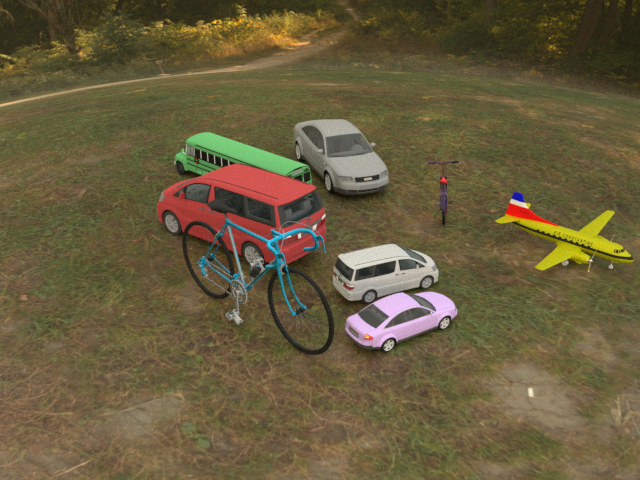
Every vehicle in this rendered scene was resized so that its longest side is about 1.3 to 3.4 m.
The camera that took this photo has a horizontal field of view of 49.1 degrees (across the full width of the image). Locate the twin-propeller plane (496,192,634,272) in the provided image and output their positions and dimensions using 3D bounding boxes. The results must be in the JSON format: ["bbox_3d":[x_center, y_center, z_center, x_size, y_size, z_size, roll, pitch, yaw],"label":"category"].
[{"bbox_3d":[3.869,-0.142,10.965,2.129,0.792,2.663,22,35,36],"label":"twin-propeller plane"}]

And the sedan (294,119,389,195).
[{"bbox_3d":[0.374,-1.810,14.055,1.235,0.940,3.137,-9,29,-17],"label":"sedan"}]

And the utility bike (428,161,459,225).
[{"bbox_3d":[2.123,-0.888,12.249,0.535,0.946,1.435,4,27,8],"label":"utility bike"}]

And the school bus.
[{"bbox_3d":[-1.579,-1.379,13.319,3.322,0.844,0.709,23,35,37],"label":"school bus"}]

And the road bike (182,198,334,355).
[{"bbox_3d":[-0.906,0.358,9.041,3.004,1.656,0.696,24,36,39],"label":"road bike"}]

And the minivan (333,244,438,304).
[{"bbox_3d":[0.970,0.418,10.065,1.548,0.616,0.681,-12,29,-22],"label":"minivan"}]

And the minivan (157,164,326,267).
[{"bbox_3d":[-1.355,-0.545,11.305,3.011,1.197,1.324,20,33,33],"label":"minivan"}]

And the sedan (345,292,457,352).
[{"bbox_3d":[1.087,0.973,9.128,1.613,0.483,0.635,-16,31,-28],"label":"sedan"}]
